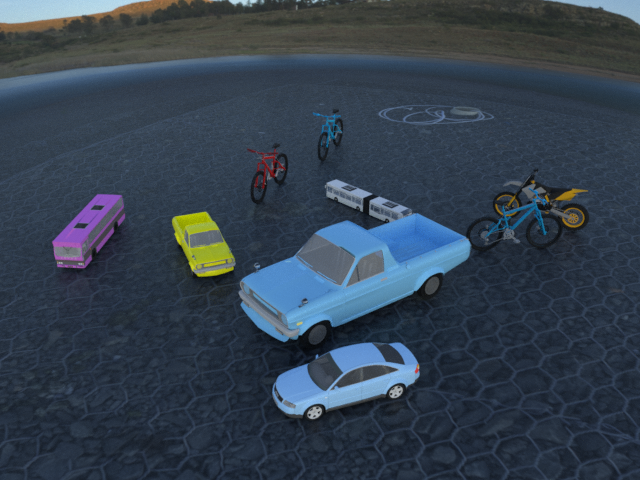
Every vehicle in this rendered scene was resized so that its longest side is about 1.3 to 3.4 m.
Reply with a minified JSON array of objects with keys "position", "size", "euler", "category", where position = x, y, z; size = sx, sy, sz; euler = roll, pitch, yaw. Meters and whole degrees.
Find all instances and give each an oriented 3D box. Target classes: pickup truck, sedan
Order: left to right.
[{"position":[-1.721,-0.004,10.204],"size":[0.640,0.511,1.603],"euler":[-10,29,-19],"category":"pickup truck"},{"position":[0.282,1.436,7.465],"size":[1.613,0.483,0.635],"euler":[-10,29,-19],"category":"sedan"},{"position":[0.511,0.331,9.037],"size":[3.117,0.993,1.244],"euler":[-19,33,-32],"category":"pickup truck"}]

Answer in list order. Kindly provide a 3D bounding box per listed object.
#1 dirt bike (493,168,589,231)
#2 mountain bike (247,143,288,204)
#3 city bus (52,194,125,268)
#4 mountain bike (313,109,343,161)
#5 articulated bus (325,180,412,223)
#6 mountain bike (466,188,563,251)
[{"position":[3.487,-0.627,11.025],"size":[1.493,0.857,0.527],"euler":[12,30,22],"category":"dirt bike"},{"position":[-0.873,-1.226,12.164],"size":[0.573,0.868,1.469],"euler":[10,29,19],"category":"mountain bike"},{"position":[-3.433,-0.143,10.526],"size":[0.476,0.460,1.674],"euler":[3,28,5],"category":"city bus"},{"position":[0.216,-2.161,13.961],"size":[0.573,0.868,1.469],"euler":[9,29,17],"category":"mountain bike"},{"position":[0.779,-0.621,11.630],"size":[0.311,0.289,1.749],"euler":[-24,36,-37],"category":"articulated bus"},{"position":[2.878,-0.247,10.282],"size":[1.469,0.868,0.573],"euler":[-3,28,-5],"category":"mountain bike"}]
